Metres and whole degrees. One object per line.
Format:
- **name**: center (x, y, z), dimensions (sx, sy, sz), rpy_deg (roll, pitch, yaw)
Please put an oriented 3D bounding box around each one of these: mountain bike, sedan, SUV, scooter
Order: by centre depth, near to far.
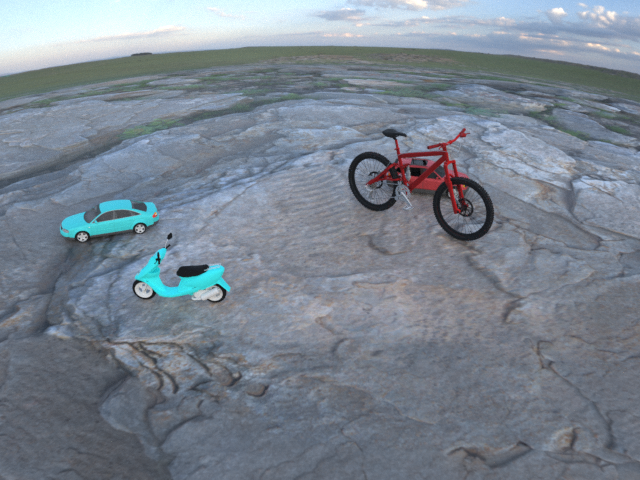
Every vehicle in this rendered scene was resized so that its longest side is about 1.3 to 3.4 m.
- **scooter**: center (-1.954, 0.453, 9.715), dimensions (1.399, 0.919, 0.662), rpy_deg (2, 28, 4)
- **mountain bike**: center (1.624, -1.026, 11.687), dimensions (2.857, 1.688, 1.114), rpy_deg (21, 35, 34)
- **sedan**: center (-3.526, -0.370, 11.735), dimensions (1.613, 0.483, 0.635), rpy_deg (-9, 29, -17)
- **SUV**: center (2.037, -1.191, 13.182), dimensions (1.572, 0.580, 0.656), rpy_deg (6, 29, 12)
